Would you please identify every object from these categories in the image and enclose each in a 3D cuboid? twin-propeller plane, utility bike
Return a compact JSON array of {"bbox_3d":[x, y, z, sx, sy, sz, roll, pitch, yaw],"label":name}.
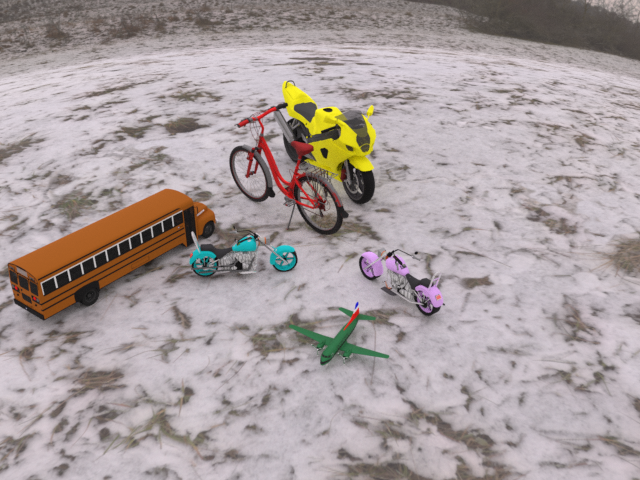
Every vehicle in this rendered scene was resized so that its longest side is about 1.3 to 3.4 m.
[{"bbox_3d":[0.264,1.179,8.721,1.370,0.407,1.095,15,33,23],"label":"twin-propeller plane"},{"bbox_3d":[-0.655,-1.129,11.271,2.791,1.839,1.039,26,39,37],"label":"utility bike"}]

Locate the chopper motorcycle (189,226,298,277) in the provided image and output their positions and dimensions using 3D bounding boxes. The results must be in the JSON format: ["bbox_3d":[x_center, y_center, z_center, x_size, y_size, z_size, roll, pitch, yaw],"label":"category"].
[{"bbox_3d":[-1.106,0.164,10.116,1.563,0.761,0.466,-5,30,-8],"label":"chopper motorcycle"}]

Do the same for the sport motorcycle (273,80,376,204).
[{"bbox_3d":[0.103,-1.812,12.689,0.983,1.596,2.955,-17,34,-27],"label":"sport motorcycle"}]

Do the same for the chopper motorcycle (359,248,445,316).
[{"bbox_3d":[1.091,0.452,9.620,0.466,0.761,1.563,-21,36,-32],"label":"chopper motorcycle"}]

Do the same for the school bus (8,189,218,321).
[{"bbox_3d":[-2.841,0.055,10.222,0.709,0.844,3.322,20,36,31],"label":"school bus"}]
